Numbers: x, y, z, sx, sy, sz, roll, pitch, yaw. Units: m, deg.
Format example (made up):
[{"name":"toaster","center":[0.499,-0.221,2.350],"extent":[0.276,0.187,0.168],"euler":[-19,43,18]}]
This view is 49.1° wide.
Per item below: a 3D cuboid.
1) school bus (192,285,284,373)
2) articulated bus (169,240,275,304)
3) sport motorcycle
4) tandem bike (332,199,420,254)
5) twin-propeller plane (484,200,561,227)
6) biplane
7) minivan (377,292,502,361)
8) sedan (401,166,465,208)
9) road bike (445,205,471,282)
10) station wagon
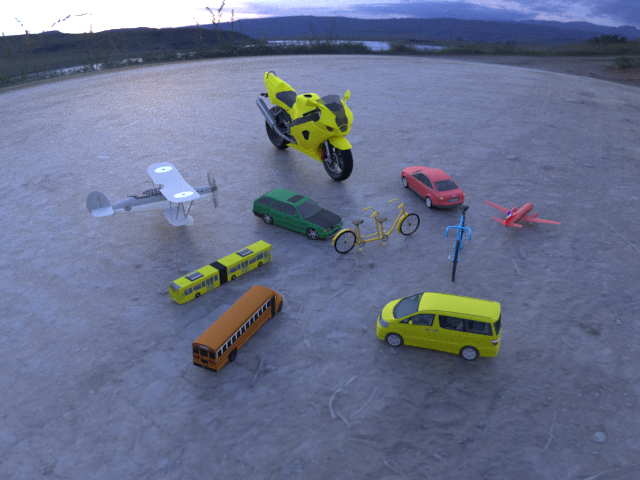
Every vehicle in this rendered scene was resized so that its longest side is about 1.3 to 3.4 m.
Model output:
[{"name":"school bus","center":[-0.996,1.050,8.944],"extent":[0.365,0.434,1.708],"euler":[13,32,23]},{"name":"articulated bus","center":[-1.403,0.447,10.184],"extent":[0.311,0.289,1.749],"euler":[25,38,37]},{"name":"sport motorcycle","center":[-0.272,-2.272,13.747],"extent":[0.983,1.596,2.955],"euler":[-18,34,-30]},{"name":"tandem bike","center":[0.905,-0.227,10.997],"extent":[1.642,0.682,0.283],"euler":[-15,32,-25]},{"name":"twin-propeller plane","center":[3.336,-0.462,11.704],"extent":[1.370,0.407,1.095],"euler":[21,35,33]},{"name":"biplane","center":[-2.717,-0.667,11.482],"extent":[2.120,0.981,2.598],"euler":[-11,31,-19]},{"name":"minivan","center":[1.493,1.023,8.806],"extent":[1.548,0.616,0.681],"euler":[8,30,15]},{"name":"sedan","center":[2.017,-1.039,12.668],"extent":[0.635,0.483,1.613],"euler":[-11,31,-18]},{"name":"road bike","center":[2.084,-0.024,10.454],"extent":[0.358,0.852,1.545],"euler":[8,30,13]},{"name":"station wagon","center":[-0.370,-0.470,11.651],"extent":[1.597,0.473,0.682],"euler":[19,34,31]}]
